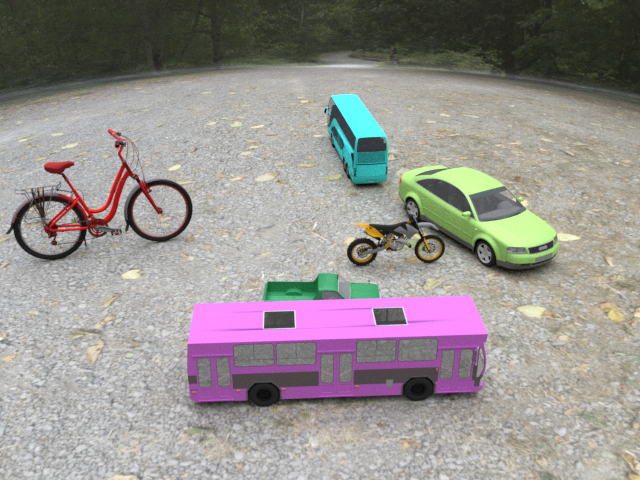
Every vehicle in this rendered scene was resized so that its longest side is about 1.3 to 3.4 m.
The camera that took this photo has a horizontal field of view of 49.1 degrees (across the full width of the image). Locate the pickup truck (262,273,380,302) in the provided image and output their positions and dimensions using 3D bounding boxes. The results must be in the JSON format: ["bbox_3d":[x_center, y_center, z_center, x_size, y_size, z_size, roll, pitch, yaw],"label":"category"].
[{"bbox_3d":[0.024,0.754,9.338,1.603,0.511,0.640,1,27,1],"label":"pickup truck"}]

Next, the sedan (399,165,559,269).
[{"bbox_3d":[2.503,-0.529,11.354,1.235,0.940,3.137,-15,31,-26],"label":"sedan"}]

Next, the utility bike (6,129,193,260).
[{"bbox_3d":[-3.393,-0.715,10.734,2.791,1.839,1.039,-10,29,-19],"label":"utility bike"}]

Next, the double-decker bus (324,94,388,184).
[{"bbox_3d":[0.710,-2.150,14.368,0.756,1.052,3.251,-4,28,-8],"label":"double-decker bus"}]

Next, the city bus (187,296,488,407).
[{"bbox_3d":[0.178,1.258,7.946,3.255,0.894,0.926,-1,27,-3],"label":"city bus"}]

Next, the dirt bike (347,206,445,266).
[{"bbox_3d":[1.146,-0.018,10.455,1.493,0.857,0.527,-2,27,-4],"label":"dirt bike"}]
